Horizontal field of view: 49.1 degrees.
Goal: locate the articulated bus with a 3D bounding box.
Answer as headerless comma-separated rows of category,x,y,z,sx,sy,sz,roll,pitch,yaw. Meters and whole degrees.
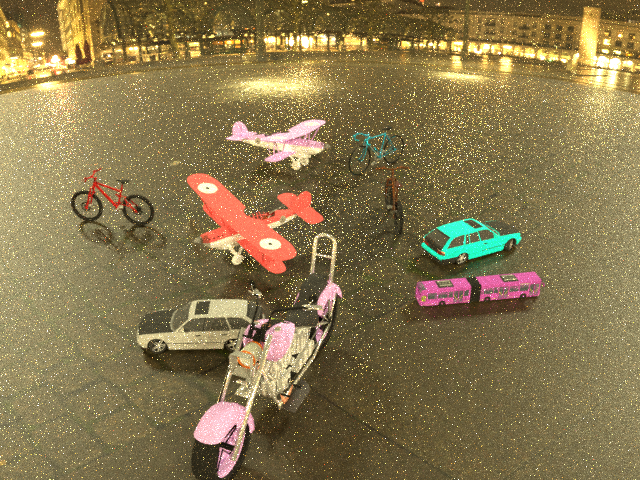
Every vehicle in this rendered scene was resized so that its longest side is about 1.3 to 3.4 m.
articulated bus,2.204,0.678,9.685,1.749,0.289,0.311,-4,28,-8

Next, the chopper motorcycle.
chopper motorcycle,-0.481,1.156,7.501,0.906,1.480,3.040,12,30,21

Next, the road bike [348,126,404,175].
road bike,1.127,-1.796,13.779,1.545,0.852,0.358,-22,35,-36

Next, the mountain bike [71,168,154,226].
mountain bike,-3.470,-0.673,11.630,1.469,0.868,0.573,5,28,9

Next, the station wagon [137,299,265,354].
station wagon,-1.494,1.045,8.792,1.597,0.473,0.682,-1,28,-2

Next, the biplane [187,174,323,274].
biplane,-0.961,-0.232,10.671,2.120,0.981,2.598,-20,34,-33

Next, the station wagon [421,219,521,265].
station wagon,2.382,-0.050,10.871,1.597,0.473,0.682,-13,31,-24

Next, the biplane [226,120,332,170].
biplane,-0.776,-1.965,13.961,2.120,0.981,2.598,10,29,18

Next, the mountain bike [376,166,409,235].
mountain bike,1.239,-0.710,11.700,0.573,0.868,1.469,-2,28,-4
